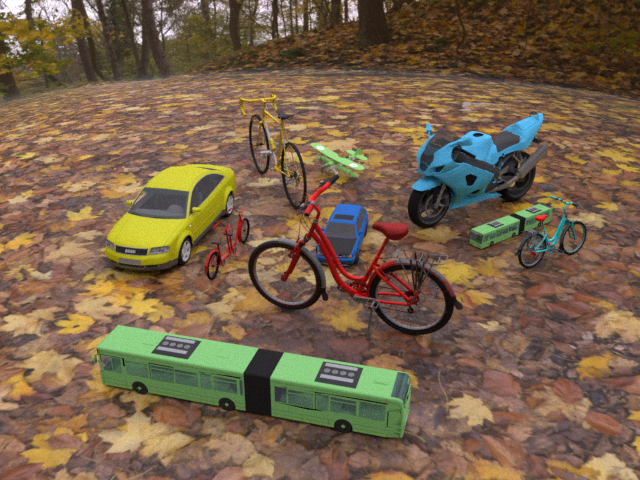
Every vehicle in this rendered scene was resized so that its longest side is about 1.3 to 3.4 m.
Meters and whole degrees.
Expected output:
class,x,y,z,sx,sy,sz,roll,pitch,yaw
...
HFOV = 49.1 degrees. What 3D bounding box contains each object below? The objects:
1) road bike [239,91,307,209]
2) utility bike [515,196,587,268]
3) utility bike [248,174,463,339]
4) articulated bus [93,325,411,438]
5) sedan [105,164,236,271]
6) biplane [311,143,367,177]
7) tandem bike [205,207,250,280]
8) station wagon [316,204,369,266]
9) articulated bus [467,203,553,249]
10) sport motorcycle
class,x,y,z,sx,sy,sz,roll,pitch,yaw
road bike,-0.817,-1.696,12.664,0.696,1.656,3.004,-11,28,-21
utility bike,3.394,-0.135,10.282,1.435,0.946,0.535,-14,29,-26
utility bike,0.339,0.282,8.415,2.791,1.839,1.039,9,28,18
articulated bus,-0.761,1.472,7.438,3.401,0.561,0.605,7,27,14
sedan,-2.291,-0.530,11.096,1.235,0.940,3.137,6,27,13
biplane,0.443,-1.536,13.646,1.336,0.504,1.090,23,34,39
tandem bike,-1.353,-0.007,10.322,0.283,0.682,1.642,7,27,14
station wagon,0.360,-0.127,10.804,0.682,0.473,1.597,5,27,10
articulated bus,3.079,-0.235,11.234,1.749,0.289,0.311,-18,31,-32
sport motorcycle,2.640,-1.205,11.728,2.955,1.596,0.983,-17,31,-31
